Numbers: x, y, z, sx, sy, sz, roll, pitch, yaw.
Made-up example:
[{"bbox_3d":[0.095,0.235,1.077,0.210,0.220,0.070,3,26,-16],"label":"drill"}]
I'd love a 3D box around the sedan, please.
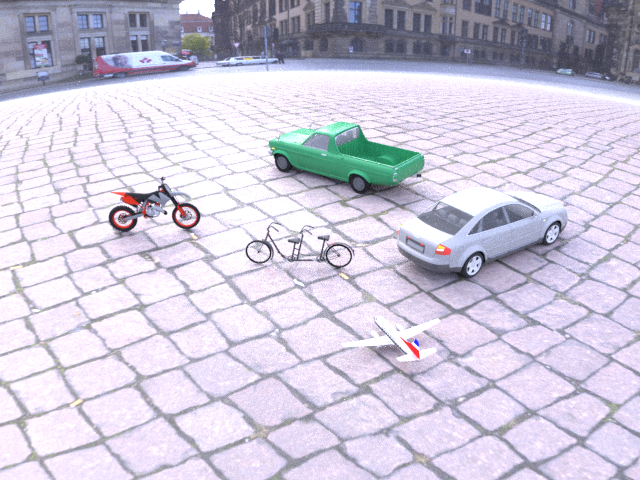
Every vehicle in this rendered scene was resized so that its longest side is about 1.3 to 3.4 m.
[{"bbox_3d":[2.605,-0.305,10.874,3.137,0.940,1.235,-18,31,-31],"label":"sedan"}]

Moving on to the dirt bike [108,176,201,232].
[{"bbox_3d":[-2.724,-0.549,11.459,1.493,0.857,0.527,-2,26,-4],"label":"dirt bike"}]

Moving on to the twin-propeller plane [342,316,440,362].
[{"bbox_3d":[0.931,1.149,8.533,1.370,0.407,1.095,-11,28,-22],"label":"twin-propeller plane"}]

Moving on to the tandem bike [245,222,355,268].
[{"bbox_3d":[-0.303,0.084,10.377,1.642,0.682,0.283,3,26,5],"label":"tandem bike"}]

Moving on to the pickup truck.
[{"bbox_3d":[0.458,-1.716,13.666,3.117,0.993,1.244,19,32,33],"label":"pickup truck"}]
